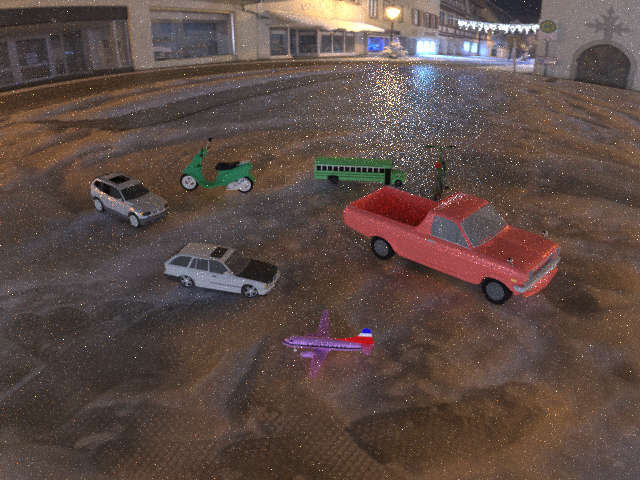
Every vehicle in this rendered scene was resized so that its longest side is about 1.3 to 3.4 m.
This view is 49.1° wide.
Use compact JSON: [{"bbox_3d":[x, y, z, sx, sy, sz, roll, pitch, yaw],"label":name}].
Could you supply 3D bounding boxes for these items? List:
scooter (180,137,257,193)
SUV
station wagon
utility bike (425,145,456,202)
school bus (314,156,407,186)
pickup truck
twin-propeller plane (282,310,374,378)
[{"bbox_3d":[-1.828,-1.282,12.433,1.399,0.919,0.662,3,28,5],"label":"scooter"},{"bbox_3d":[-3.202,-0.713,11.709,1.572,0.580,0.656,21,34,34],"label":"SUV"},{"bbox_3d":[-1.353,0.380,9.731,1.597,0.473,0.682,8,29,15],"label":"station wagon"},{"bbox_3d":[2.039,-1.149,12.148,0.535,0.946,1.435,7,28,13],"label":"utility bike"},{"bbox_3d":[0.751,-1.276,12.945,1.708,0.434,0.365,3,28,6],"label":"school bus"},{"bbox_3d":[1.845,-0.125,10.138,3.117,0.993,1.244,22,35,35],"label":"pickup truck"},{"bbox_3d":[0.090,1.181,8.271,1.095,0.407,1.370,3,28,6],"label":"twin-propeller plane"}]
